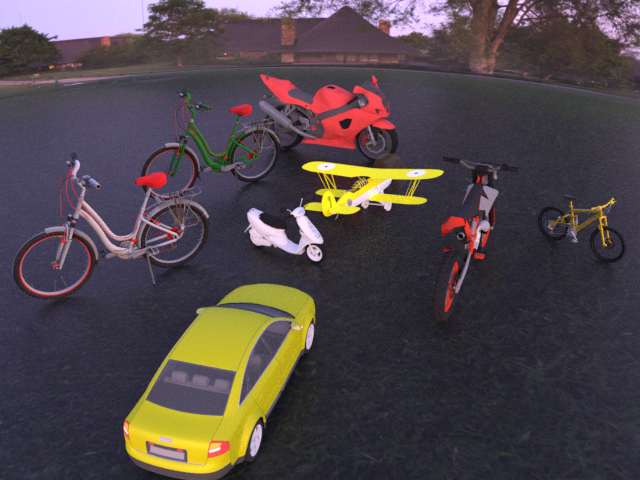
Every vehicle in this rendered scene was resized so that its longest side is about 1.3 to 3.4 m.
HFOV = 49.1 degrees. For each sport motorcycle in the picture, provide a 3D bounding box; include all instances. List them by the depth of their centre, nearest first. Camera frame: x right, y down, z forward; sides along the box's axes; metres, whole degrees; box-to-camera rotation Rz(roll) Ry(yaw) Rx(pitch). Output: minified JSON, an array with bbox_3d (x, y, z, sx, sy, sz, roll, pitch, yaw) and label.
[{"bbox_3d":[0.158,-2.474,14.007,2.955,1.596,0.983,11,29,20],"label":"sport motorcycle"}]

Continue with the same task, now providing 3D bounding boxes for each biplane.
[{"bbox_3d":[0.617,-0.789,11.364,2.598,0.981,2.120,18,32,31],"label":"biplane"}]

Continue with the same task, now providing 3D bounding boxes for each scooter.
[{"bbox_3d":[-0.520,-0.196,10.263,1.399,0.919,0.662,14,30,26],"label":"scooter"}]

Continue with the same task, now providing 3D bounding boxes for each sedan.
[{"bbox_3d":[-0.914,1.218,7.450,1.235,0.940,3.137,8,28,15],"label":"sedan"}]

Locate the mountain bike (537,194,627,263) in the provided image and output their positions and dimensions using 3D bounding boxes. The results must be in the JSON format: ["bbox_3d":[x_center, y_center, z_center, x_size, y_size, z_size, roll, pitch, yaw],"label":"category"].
[{"bbox_3d":[3.883,-0.231,10.389,0.573,0.868,1.469,-20,33,-34],"label":"mountain bike"}]

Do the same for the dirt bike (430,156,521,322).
[{"bbox_3d":[1.999,-0.174,9.392,1.024,1.666,2.903,12,29,22],"label":"dirt bike"}]

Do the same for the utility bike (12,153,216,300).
[{"bbox_3d":[-2.640,-0.197,9.248,2.791,1.839,1.039,-16,31,-29],"label":"utility bike"}]

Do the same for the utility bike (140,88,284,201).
[{"bbox_3d":[-1.778,-1.661,12.135,2.791,1.839,1.039,-17,31,-29],"label":"utility bike"}]
